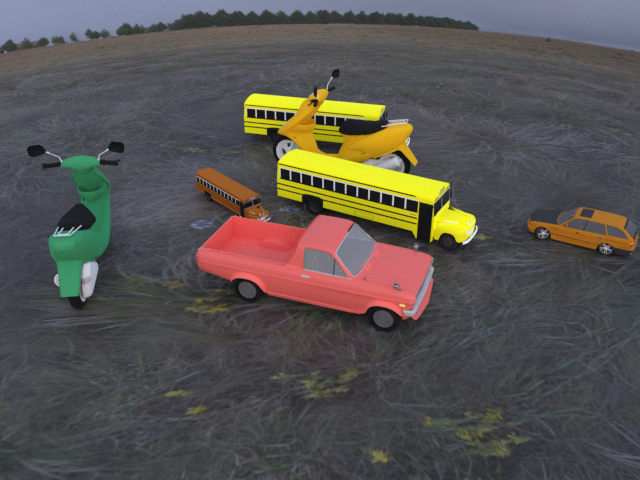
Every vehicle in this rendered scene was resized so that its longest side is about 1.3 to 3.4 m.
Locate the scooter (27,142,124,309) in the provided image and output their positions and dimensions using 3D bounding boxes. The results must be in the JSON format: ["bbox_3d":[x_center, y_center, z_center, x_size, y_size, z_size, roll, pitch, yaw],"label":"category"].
[{"bbox_3d":[-3.276,-0.376,9.658,1.288,1.786,2.721,-3,30,-6],"label":"scooter"}]

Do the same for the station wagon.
[{"bbox_3d":[4.003,-0.215,10.692,1.597,0.473,0.682,15,33,25],"label":"station wagon"}]

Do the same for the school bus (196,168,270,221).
[{"bbox_3d":[-1.455,-0.723,11.610,0.365,0.434,1.708,-24,38,-35],"label":"school bus"}]

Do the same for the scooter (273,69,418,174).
[{"bbox_3d":[0.410,-1.968,12.413,2.721,1.786,1.288,10,31,16],"label":"scooter"}]

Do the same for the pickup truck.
[{"bbox_3d":[-0.060,0.262,9.346,3.117,0.993,1.244,10,32,17],"label":"pickup truck"}]

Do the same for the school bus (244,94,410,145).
[{"bbox_3d":[0.139,-2.329,13.978,3.322,0.844,0.709,8,31,14],"label":"school bus"}]

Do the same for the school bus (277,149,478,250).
[{"bbox_3d":[0.874,-0.690,11.142,3.322,0.844,0.709,16,34,26],"label":"school bus"}]
